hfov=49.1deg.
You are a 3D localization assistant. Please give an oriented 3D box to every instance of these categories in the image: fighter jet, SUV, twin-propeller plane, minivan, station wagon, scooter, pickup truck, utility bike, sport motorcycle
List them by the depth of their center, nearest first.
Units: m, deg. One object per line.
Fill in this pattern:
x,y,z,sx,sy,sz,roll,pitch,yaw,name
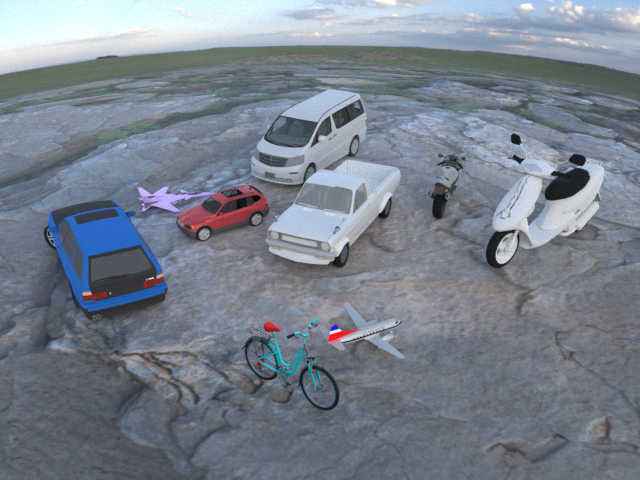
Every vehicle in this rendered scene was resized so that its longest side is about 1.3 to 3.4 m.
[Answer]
-0.325,1.289,7.844,1.435,0.946,0.535,20,34,33,utility bike
0.576,1.112,8.762,1.095,0.407,1.370,-14,31,-25,twin-propeller plane
-3.229,0.026,10.281,1.327,0.920,3.105,-14,31,-24,station wagon
3.526,-0.685,10.705,2.721,1.786,1.288,-20,34,-33,scooter
0.311,-0.617,11.430,1.244,0.993,3.117,12,30,22,pickup truck
-1.609,-0.487,11.626,1.572,0.580,0.656,-18,32,-30,SUV
2.211,-0.974,12.295,0.506,0.821,1.520,10,29,18,sport motorcycle
-2.564,-0.821,12.579,1.358,0.286,1.147,-10,29,-18,fighter jet
-0.178,-2.084,14.008,1.324,1.197,3.011,15,31,26,minivan
